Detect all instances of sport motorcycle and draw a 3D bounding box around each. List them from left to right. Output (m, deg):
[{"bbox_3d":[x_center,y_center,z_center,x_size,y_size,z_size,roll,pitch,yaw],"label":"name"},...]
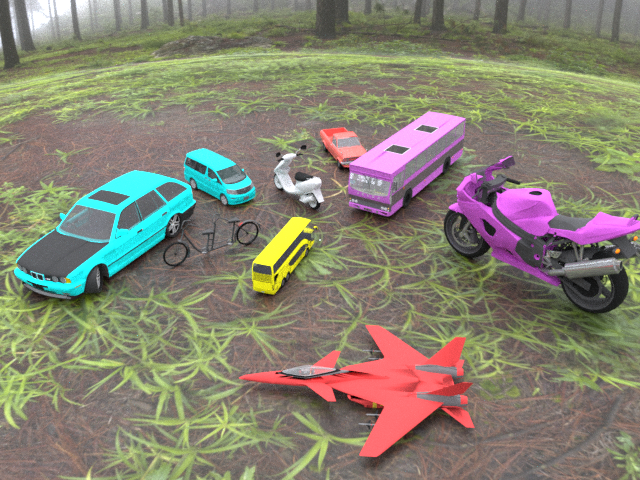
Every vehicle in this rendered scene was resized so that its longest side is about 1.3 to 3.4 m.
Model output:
[{"bbox_3d":[2.972,-0.099,9.757,0.983,1.596,2.955,-25,38,-37],"label":"sport motorcycle"}]

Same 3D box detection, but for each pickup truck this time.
[{"bbox_3d":[0.485,-1.931,14.179,0.640,0.511,1.603,-8,30,-14],"label":"pickup truck"}]

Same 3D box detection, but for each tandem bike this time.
[{"bbox_3d":[-1.628,-0.073,10.653,1.642,0.682,0.283,-18,34,-29],"label":"tandem bike"}]

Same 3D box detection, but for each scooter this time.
[{"bbox_3d":[-0.404,-1.126,12.307,0.662,0.919,1.399,-21,35,-33],"label":"scooter"}]

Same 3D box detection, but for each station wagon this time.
[{"bbox_3d":[-3.203,-0.222,10.675,1.327,0.920,3.105,13,31,22],"label":"station wagon"}]

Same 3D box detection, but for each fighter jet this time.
[{"bbox_3d":[0.376,1.503,7.941,2.640,0.557,2.229,2,29,4],"label":"fighter jet"}]

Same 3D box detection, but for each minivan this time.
[{"bbox_3d":[-1.823,-1.146,12.656,0.681,0.616,1.548,-25,37,-37],"label":"minivan"}]

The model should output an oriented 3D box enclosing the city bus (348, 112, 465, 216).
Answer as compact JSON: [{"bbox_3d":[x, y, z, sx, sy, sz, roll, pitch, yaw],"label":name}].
[{"bbox_3d":[1.669,-1.440,12.898,0.926,0.894,3.255,17,33,28],"label":"city bus"}]

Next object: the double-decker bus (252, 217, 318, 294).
[{"bbox_3d":[-0.506,0.186,10.331,0.389,0.541,1.672,10,31,18],"label":"double-decker bus"}]
